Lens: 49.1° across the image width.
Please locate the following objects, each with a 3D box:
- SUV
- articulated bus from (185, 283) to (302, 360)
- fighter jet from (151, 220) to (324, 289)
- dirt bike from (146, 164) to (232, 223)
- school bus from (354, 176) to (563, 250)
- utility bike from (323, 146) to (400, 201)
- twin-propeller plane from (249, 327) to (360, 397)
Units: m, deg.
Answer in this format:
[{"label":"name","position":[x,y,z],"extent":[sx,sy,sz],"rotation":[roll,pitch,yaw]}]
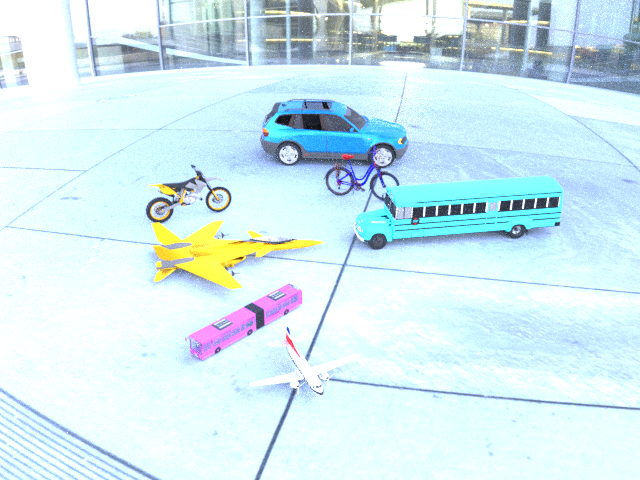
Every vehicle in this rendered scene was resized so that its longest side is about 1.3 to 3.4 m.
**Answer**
[{"label":"SUV","position":[0.298,-2.240,14.395],"extent":[3.058,1.128,1.276],"rotation":[2,27,4]},{"label":"articulated bus","position":[-0.924,1.021,8.988],"extent":[0.311,0.289,1.749],"rotation":[23,35,38]},{"label":"fighter jet","position":[-1.214,0.031,10.615],"extent":[2.640,0.557,2.229],"rotation":[-6,28,-12]},{"label":"dirt bike","position":[-2.225,-0.777,11.854],"extent":[1.493,0.857,0.527],"rotation":[-12,30,-22]},{"label":"school bus","position":[2.203,-0.472,11.276],"extent":[3.322,0.844,0.709],"rotation":[-5,28,-9]},{"label":"utility bike","position":[0.751,-1.223,12.622],"extent":[1.435,0.946,0.535],"rotation":[8,28,15]},{"label":"twin-propeller plane","position":[-0.197,1.416,8.092],"extent":[1.370,0.407,1.095],"rotation":[-11,29,-21]}]
